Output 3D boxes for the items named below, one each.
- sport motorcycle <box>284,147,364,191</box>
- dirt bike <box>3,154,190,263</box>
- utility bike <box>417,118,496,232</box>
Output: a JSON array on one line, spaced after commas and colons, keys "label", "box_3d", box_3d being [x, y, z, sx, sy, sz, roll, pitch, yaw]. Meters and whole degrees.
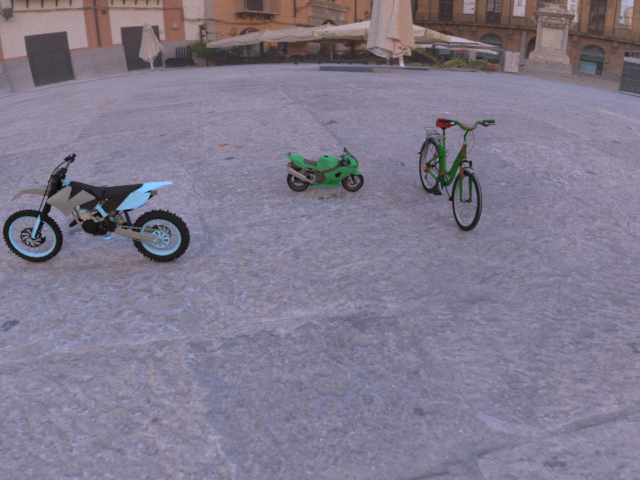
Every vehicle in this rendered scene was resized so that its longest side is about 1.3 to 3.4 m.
[{"label": "sport motorcycle", "box_3d": [0.086, -1.315, 13.418, 1.520, 0.821, 0.506, 1, 28, 1]}, {"label": "dirt bike", "box_3d": [-3.496, -0.381, 10.788, 2.903, 1.666, 1.024, 0, 28, -1]}, {"label": "utility bike", "box_3d": [2.404, -1.425, 12.549, 1.039, 1.839, 2.791, -6, 29, -12]}]
